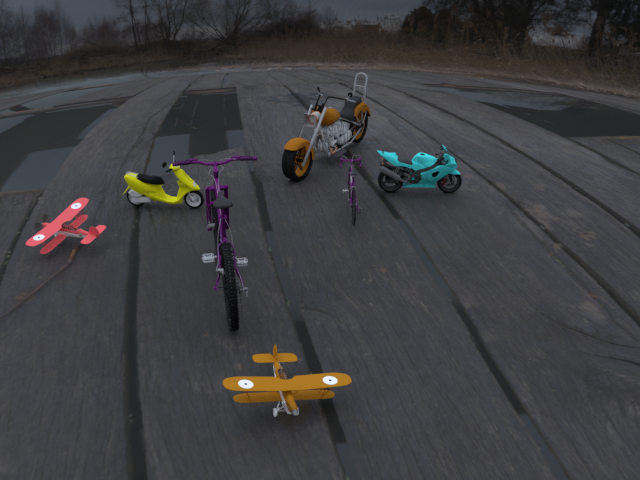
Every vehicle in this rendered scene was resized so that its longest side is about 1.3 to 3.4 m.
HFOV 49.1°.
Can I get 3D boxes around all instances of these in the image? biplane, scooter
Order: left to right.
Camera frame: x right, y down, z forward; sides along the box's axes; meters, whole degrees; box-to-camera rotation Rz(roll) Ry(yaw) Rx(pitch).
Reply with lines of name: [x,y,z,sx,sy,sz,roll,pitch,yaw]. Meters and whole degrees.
biplane: [-3.795,-0.133,10.577,1.090,0.504,1.336,10,28,18]
scooter: [-2.658,-0.975,11.779,1.399,0.919,0.662,2,27,5]
biplane: [-0.363,1.501,7.359,1.336,0.504,1.090,-7,28,-14]

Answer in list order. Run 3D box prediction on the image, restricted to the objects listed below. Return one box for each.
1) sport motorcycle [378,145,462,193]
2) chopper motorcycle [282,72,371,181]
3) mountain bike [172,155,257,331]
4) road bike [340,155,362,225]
sport motorcycle: [1.759,-1.226,12.380,1.520,0.821,0.506,1,27,2]
chopper motorcycle: [0.169,-2.257,13.685,0.906,1.480,3.040,15,31,27]
mountain bike: [-1.283,-0.092,9.189,1.114,1.688,2.857,-5,27,-11]
road bike: [0.534,-0.871,11.648,0.358,0.852,1.545,-1,27,-1]
